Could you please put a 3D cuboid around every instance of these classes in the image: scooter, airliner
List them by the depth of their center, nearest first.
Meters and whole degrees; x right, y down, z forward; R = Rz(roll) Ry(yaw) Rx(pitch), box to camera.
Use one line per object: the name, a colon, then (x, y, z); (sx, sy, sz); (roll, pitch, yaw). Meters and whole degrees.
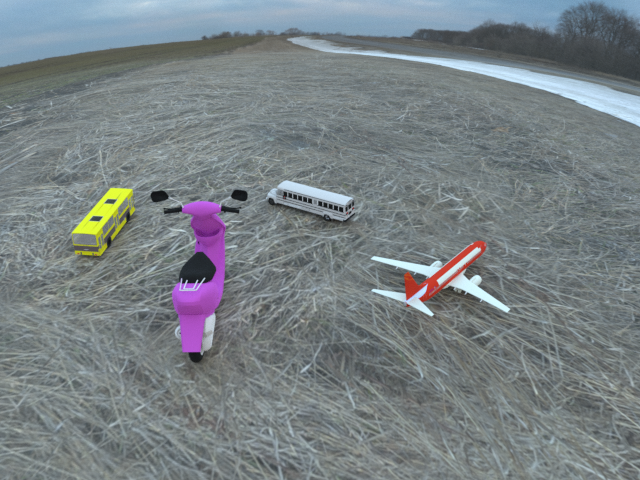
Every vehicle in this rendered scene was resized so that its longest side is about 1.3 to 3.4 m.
scooter: (-1.592, 0.277, 9.427); (1.288, 1.786, 2.721); (-1, 30, -1)
airliner: (1.869, 0.346, 10.265); (2.257, 0.835, 2.541); (21, 36, 33)

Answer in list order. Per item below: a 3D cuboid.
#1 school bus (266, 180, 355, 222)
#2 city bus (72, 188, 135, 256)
school bus: (-0.199, -0.711, 12.515); (1.708, 0.434, 0.365); (17, 34, 27)
city bus: (-3.603, -0.307, 11.783); (0.476, 0.460, 1.674); (3, 30, 6)
